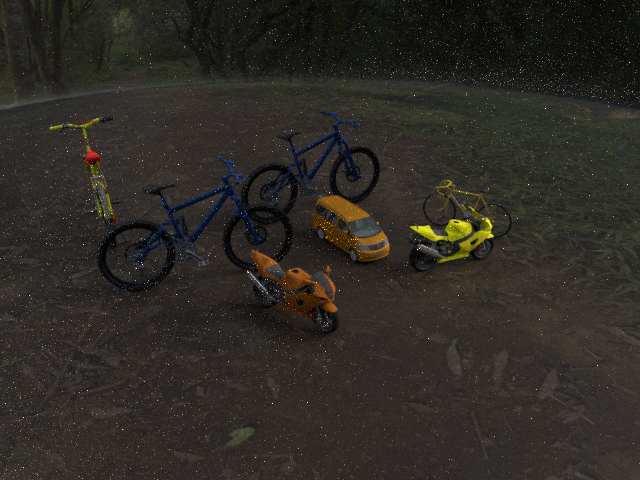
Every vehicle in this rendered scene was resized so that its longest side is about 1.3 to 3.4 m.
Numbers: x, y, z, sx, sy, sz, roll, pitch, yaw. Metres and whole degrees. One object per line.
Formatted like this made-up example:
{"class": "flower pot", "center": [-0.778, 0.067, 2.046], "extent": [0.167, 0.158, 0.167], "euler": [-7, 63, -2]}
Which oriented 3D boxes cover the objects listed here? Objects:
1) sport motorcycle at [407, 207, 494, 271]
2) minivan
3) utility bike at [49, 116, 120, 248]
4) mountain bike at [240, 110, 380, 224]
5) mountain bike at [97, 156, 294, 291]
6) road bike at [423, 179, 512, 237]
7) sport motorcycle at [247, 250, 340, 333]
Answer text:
{"class": "sport motorcycle", "center": [2.021, 0.010, 10.649], "extent": [1.520, 0.821, 0.506], "euler": [-10, 27, -20]}
{"class": "minivan", "center": [0.490, -0.193, 11.313], "extent": [0.681, 0.616, 1.548], "euler": [-15, 29, -29]}
{"class": "utility bike", "center": [-3.799, -1.027, 11.640], "extent": [1.039, 1.839, 2.791], "euler": [-10, 27, -20]}
{"class": "mountain bike", "center": [-0.104, -1.262, 12.308], "extent": [2.857, 1.688, 1.114], "euler": [-15, 29, -28]}
{"class": "mountain bike", "center": [-1.750, -0.172, 10.026], "extent": [2.857, 1.688, 1.114], "euler": [-9, 27, -18]}
{"class": "road bike", "center": [2.465, -0.536, 11.758], "extent": [1.545, 0.852, 0.358], "euler": [13, 29, 26]}
{"class": "sport motorcycle", "center": [-0.347, 0.673, 9.262], "extent": [1.520, 0.821, 0.506], "euler": [20, 32, 35]}
